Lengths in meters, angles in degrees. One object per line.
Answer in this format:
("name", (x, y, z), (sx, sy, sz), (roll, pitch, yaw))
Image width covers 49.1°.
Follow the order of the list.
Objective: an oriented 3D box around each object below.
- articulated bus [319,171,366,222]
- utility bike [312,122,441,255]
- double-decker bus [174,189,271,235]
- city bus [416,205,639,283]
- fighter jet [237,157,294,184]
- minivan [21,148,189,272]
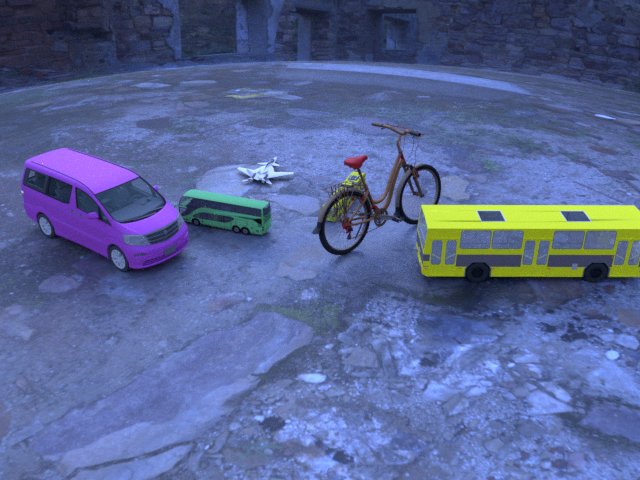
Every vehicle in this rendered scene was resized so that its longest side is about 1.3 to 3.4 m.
("articulated bus", (0.443, -0.811, 12.613), (0.311, 0.289, 1.749), (10, 30, 18))
("utility bike", (0.914, -0.884, 11.103), (2.791, 1.839, 1.039), (-21, 35, -34))
("double-decker bus", (-1.625, -0.473, 11.710), (1.672, 0.541, 0.389), (10, 30, 19))
("city bus", (3.106, 0.048, 10.357), (3.255, 0.894, 0.926), (0, 28, 0))
("fighter jet", (-1.052, -1.482, 13.875), (1.147, 0.286, 1.358), (6, 29, 12))
("minivan", (-3.455, -0.541, 11.141), (3.011, 1.197, 1.324), (19, 34, 32))
